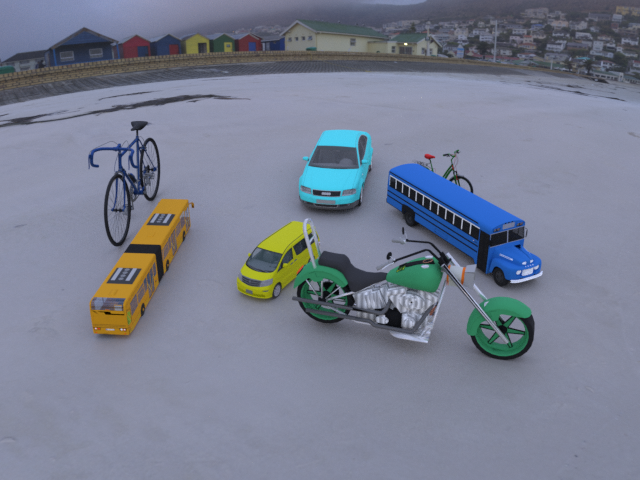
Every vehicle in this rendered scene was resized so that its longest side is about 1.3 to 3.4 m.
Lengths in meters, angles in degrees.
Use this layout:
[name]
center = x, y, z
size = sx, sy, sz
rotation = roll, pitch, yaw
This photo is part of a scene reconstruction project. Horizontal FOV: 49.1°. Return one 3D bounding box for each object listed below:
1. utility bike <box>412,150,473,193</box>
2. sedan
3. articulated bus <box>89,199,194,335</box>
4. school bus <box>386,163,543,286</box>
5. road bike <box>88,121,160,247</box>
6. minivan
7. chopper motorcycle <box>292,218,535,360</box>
[utility bike]
center = 2.239, -1.236, 12.949
size = 1.435, 0.946, 0.535
rotation = 20, 33, 35
[sedan]
center = 0.349, -1.511, 13.513
size = 1.235, 0.940, 3.137
rotation = 4, 27, 8
[articulated bus]
center = -2.538, 0.268, 10.341
size = 0.605, 0.561, 3.401
rotation = 2, 26, 4
[school bus]
center = 2.234, -0.321, 11.213
size = 0.709, 0.844, 3.322
rotation = -13, 29, -24
[road bike]
center = -3.163, -1.104, 11.881
size = 0.696, 1.656, 3.004
rotation = 2, 26, 3
[minivan]
center = -0.596, 0.278, 10.260
size = 0.681, 0.616, 1.548
rotation = 14, 30, 27
[chopper motorcycle]
center = 1.120, 0.595, 8.645
size = 3.040, 1.480, 0.906
rotation = 8, 27, 16
